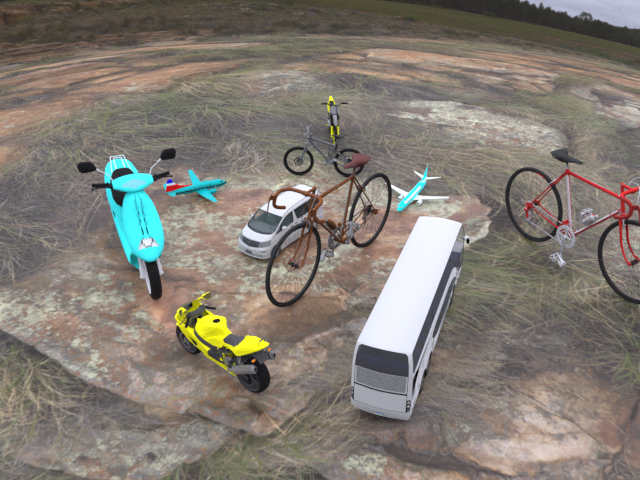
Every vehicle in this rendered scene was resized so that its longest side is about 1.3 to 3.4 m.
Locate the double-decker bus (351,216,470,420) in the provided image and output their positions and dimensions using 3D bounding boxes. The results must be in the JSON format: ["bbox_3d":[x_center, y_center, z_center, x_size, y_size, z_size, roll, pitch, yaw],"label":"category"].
[{"bbox_3d":[1.167,0.755,8.508,0.756,1.052,3.251,11,32,17],"label":"double-decker bus"}]

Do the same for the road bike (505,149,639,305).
[{"bbox_3d":[3.661,-0.332,9.738,0.696,1.656,3.004,-16,34,-25],"label":"road bike"}]

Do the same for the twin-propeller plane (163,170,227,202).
[{"bbox_3d":[-2.110,-0.945,11.981,1.095,0.407,1.370,-15,34,-23],"label":"twin-propeller plane"}]

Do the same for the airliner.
[{"bbox_3d":[1.587,-0.874,11.839,1.161,0.429,1.307,16,34,24],"label":"airliner"}]

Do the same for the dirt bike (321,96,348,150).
[{"bbox_3d":[0.270,-2.387,13.954,0.527,0.857,1.493,-2,31,-3],"label":"dirt bike"}]

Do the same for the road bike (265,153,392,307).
[{"bbox_3d":[0.211,-0.266,9.628,0.696,1.656,3.004,21,36,30],"label":"road bike"}]

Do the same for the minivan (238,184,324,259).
[{"bbox_3d":[-0.590,-0.291,10.683,0.681,0.616,1.548,20,36,30],"label":"minivan"}]

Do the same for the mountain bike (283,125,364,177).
[{"bbox_3d":[0.068,-1.542,12.531,1.469,0.868,0.573,3,31,4],"label":"mountain bike"}]

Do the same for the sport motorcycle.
[{"bbox_3d":[-1.141,1.181,8.020,1.520,0.821,0.506,23,38,33],"label":"sport motorcycle"}]

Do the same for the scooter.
[{"bbox_3d":[-2.649,-0.495,9.884,1.288,1.786,2.721,-12,33,-20],"label":"scooter"}]
